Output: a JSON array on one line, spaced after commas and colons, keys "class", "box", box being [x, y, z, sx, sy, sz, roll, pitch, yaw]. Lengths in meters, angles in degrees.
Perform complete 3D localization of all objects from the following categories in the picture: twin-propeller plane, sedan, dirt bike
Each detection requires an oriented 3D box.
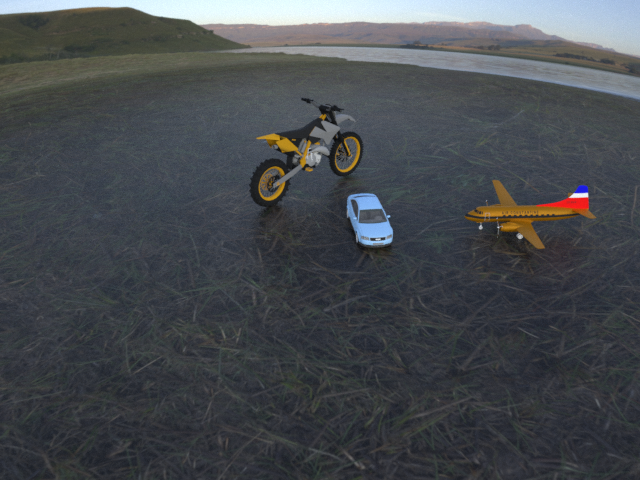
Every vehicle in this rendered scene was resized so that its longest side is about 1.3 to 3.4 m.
[{"class": "twin-propeller plane", "box": [3.521, -0.547, 11.882, 2.129, 0.792, 2.663, -1, 28, -2]}, {"class": "sedan", "box": [0.837, -0.396, 11.926, 0.635, 0.483, 1.613, -3, 28, -6]}, {"class": "dirt bike", "box": [-0.195, -1.703, 13.122, 2.903, 1.666, 1.024, -25, 37, -38]}]
